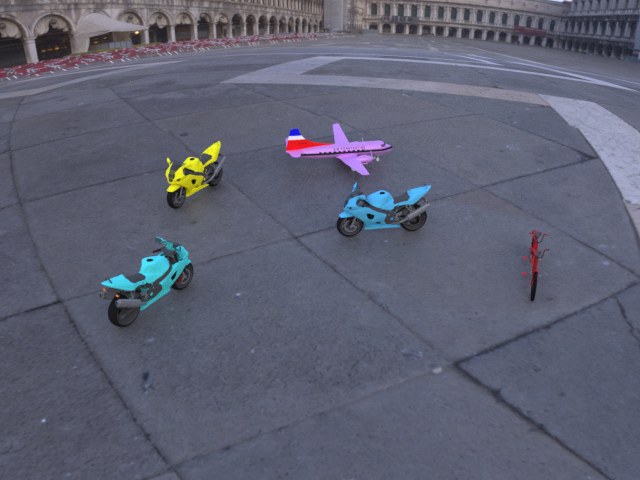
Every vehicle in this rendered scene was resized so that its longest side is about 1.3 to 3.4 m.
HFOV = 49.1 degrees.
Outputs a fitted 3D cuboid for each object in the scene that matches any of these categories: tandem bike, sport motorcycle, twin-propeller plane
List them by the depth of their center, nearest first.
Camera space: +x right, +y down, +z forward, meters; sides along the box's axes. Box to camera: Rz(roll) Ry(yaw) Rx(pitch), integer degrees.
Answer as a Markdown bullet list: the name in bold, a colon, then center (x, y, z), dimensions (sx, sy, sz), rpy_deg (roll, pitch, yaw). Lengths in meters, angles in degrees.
- **sport motorcycle**: center (-2.250, 0.542, 9.315), dimensions (0.506, 0.821, 1.520), rpy_deg (19, 35, 30)
- **tandem bike**: center (3.081, 0.226, 10.014), dimensions (0.283, 0.682, 1.642), rpy_deg (7, 30, 13)
- **sport motorcycle**: center (1.008, -0.473, 11.106), dimensions (1.520, 0.821, 0.506), rpy_deg (-6, 30, -10)
- **sport motorcycle**: center (-2.196, -1.152, 12.305), dimensions (0.506, 0.821, 1.520), rpy_deg (15, 33, 25)
- **twin-propeller plane**: center (0.392, -1.834, 13.539), dimensions (2.129, 0.792, 2.663), rpy_deg (-5, 30, -9)
